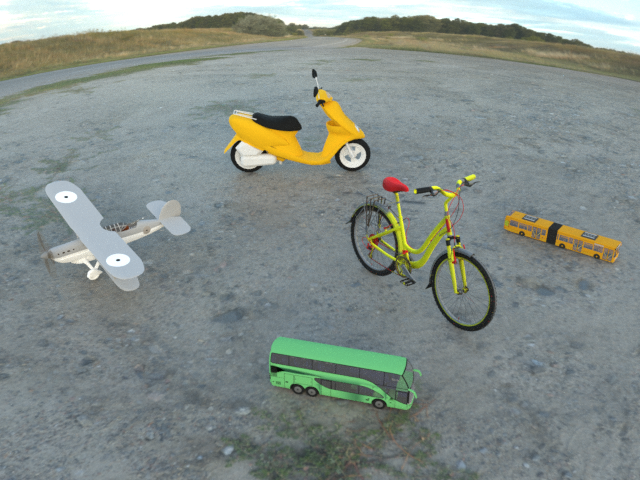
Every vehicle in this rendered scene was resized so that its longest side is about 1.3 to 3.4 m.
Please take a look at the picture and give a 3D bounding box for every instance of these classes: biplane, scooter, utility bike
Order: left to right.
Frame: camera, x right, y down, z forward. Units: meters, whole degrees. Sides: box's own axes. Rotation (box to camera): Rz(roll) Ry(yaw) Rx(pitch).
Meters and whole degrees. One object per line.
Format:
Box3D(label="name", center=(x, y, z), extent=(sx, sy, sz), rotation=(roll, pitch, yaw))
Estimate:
Box3D(label="biplane", center=(-2.911, -0.046, 9.999), extent=(2.120, 0.981, 2.598), rotation=(-21, 36, -33))
Box3D(label="scooter", center=(-0.412, -2.076, 12.784), extent=(2.721, 1.786, 1.288), rotation=(-1, 29, -1))
Box3D(label="utility bike", center=(1.331, -0.079, 9.184), extent=(1.039, 1.839, 2.791), rotation=(-20, 35, -32))

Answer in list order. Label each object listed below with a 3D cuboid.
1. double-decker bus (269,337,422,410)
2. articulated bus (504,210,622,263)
Box3D(label="double-decker bus", center=(0.264, 1.478, 7.742), extent=(1.672, 0.541, 0.389), rotation=(7, 30, 13))
Box3D(label="articulated bus", center=(3.696, -0.067, 10.742), extent=(1.749, 0.289, 0.311), rotation=(20, 35, 32))
